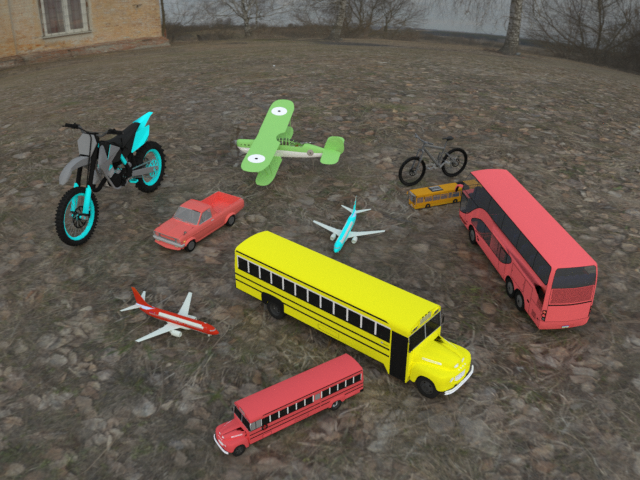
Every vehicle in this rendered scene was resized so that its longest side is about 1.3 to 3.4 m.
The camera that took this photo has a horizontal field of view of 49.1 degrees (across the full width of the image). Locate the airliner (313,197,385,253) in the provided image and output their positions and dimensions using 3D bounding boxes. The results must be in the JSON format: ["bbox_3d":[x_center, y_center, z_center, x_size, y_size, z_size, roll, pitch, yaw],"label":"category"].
[{"bbox_3d":[0.410,-0.234,10.863,1.161,0.429,1.307,8,31,14],"label":"airliner"}]

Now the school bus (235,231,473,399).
[{"bbox_3d":[0.334,0.830,8.579,3.322,0.844,0.709,23,37,34],"label":"school bus"}]

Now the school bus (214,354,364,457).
[{"bbox_3d":[-0.316,1.728,7.418,1.708,0.434,0.365,-18,34,-29],"label":"school bus"}]

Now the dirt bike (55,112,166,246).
[{"bbox_3d":[-3.303,-1.134,11.191,1.024,1.666,2.903,10,31,17],"label":"dirt bike"}]

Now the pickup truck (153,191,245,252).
[{"bbox_3d":[-1.882,-0.362,11.004,0.640,0.511,1.603,17,34,28],"label":"pickup truck"}]

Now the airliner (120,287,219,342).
[{"bbox_3d":[-1.846,0.916,8.847,1.307,0.429,1.161,13,32,21],"label":"airliner"}]

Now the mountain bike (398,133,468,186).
[{"bbox_3d":[2.050,-1.456,12.561,1.469,0.868,0.573,-14,32,-22],"label":"mountain bike"}]

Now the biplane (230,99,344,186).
[{"bbox_3d":[-0.614,-1.670,12.823,2.120,0.981,2.598,5,30,9],"label":"biplane"}]

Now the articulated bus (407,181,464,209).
[{"bbox_3d":[2.345,-0.822,12.035,1.749,0.289,0.311,-10,31,-17],"label":"articulated bus"}]

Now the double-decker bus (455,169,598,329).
[{"bbox_3d":[2.783,-0.023,9.865,0.756,1.052,3.251,-5,30,-8],"label":"double-decker bus"}]
